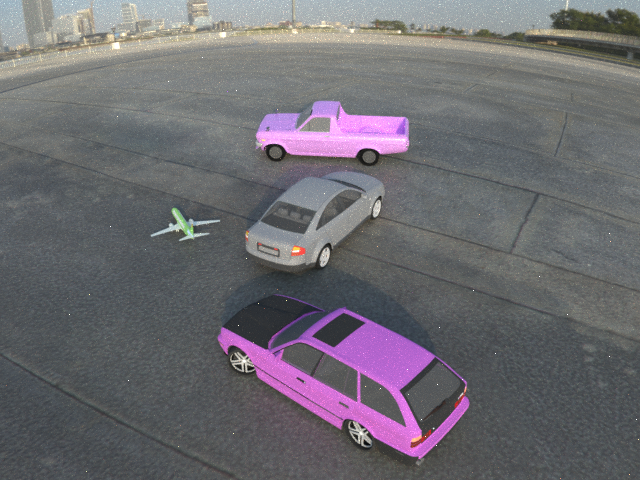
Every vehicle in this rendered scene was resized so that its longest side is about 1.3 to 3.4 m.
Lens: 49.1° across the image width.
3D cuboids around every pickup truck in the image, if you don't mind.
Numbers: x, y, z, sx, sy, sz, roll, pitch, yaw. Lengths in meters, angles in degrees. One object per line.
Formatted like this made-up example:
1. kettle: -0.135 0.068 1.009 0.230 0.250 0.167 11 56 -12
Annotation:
1. pickup truck: 0.267 -2.223 14.163 3.117 0.993 1.244 3 31 5

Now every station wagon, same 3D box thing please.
1. station wagon: 0.162 1.369 8.174 3.105 0.920 1.327 23 38 34

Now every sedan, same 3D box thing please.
1. sedan: 0.019 -0.506 11.318 1.235 0.940 3.137 17 35 26

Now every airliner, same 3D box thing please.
1. airliner: -2.261 -0.345 11.547 1.161 0.429 1.307 -14 33 -22
